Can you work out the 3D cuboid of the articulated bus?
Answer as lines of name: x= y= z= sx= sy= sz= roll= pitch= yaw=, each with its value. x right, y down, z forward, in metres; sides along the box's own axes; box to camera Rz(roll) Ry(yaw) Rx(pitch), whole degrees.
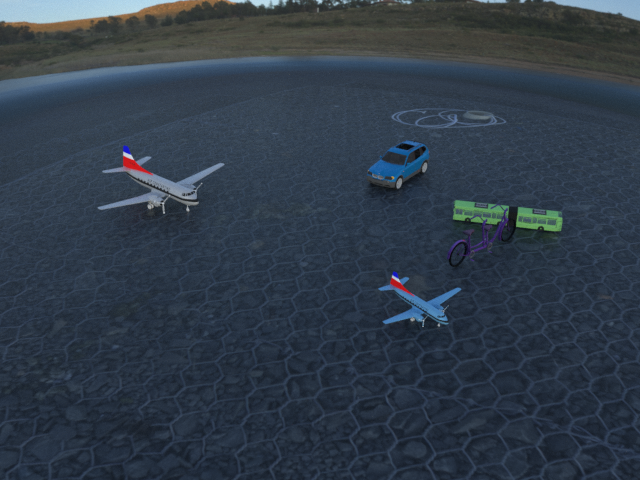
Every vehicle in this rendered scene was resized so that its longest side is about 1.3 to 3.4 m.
articulated bus: x=3.069 y=-0.400 z=11.539 sx=1.749 sy=0.289 sz=0.311 roll=7 pitch=29 yaw=14

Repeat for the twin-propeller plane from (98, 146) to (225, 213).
twin-propeller plane: x=-2.837 y=-1.075 z=12.284 sx=2.129 sy=0.792 sz=2.663 roll=22 pitch=35 yaw=36

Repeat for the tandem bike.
tandem bike: x=2.466 y=-0.093 z=10.530 sx=1.642 sy=0.682 sz=0.283 roll=-22 pitch=35 yaw=-35

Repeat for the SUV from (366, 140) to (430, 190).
SUV: x=1.500 y=-1.454 z=13.236 sx=0.656 sy=0.580 sz=1.572 roll=19 pitch=33 yaw=31

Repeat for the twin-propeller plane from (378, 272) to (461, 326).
twin-propeller plane: x=1.286 y=0.782 z=9.156 sx=1.370 sy=0.407 sz=1.095 roll=-19 pitch=33 yaw=-32
